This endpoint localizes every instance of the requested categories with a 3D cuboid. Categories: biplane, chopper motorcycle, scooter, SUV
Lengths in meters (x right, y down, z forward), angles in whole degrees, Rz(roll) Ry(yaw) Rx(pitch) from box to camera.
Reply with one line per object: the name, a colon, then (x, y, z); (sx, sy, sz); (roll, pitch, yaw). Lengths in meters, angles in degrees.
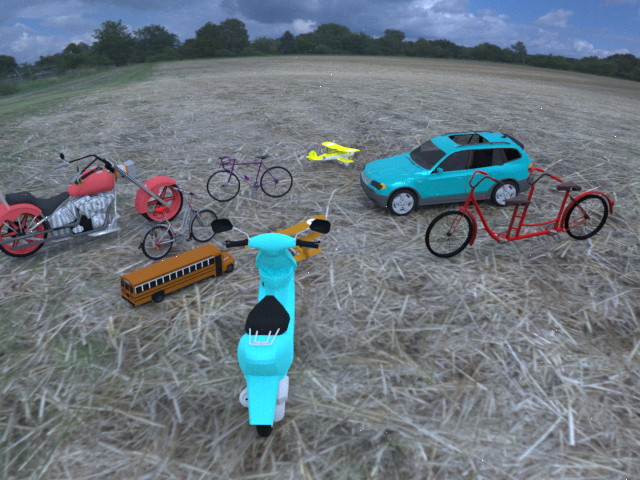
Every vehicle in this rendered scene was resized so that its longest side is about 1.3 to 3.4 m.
biplane: (0.258, -1.709, 14.058); (1.090, 0.504, 1.336); (-13, 29, -24)
chopper motorcycle: (-3.565, -0.675, 10.813); (3.040, 1.480, 0.906); (-18, 31, -33)
biplane: (-0.433, 0.063, 10.412); (1.336, 0.504, 1.090); (-13, 29, -25)
scooter: (-0.531, 0.719, 7.594); (1.288, 1.786, 2.721); (0, 26, 1)
SUV: (2.242, -1.252, 12.403); (3.058, 1.128, 1.276); (-5, 26, -11)

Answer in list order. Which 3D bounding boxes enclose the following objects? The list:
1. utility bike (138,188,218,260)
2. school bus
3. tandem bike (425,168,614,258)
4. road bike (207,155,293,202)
utility bike: (-2.174, -0.283, 10.619); (1.435, 0.946, 0.535); (-23, 34, -39)
school bus: (-1.917, 0.445, 9.705); (1.708, 0.434, 0.365); (-23, 34, -39)
tandem bike: (3.081, -0.466, 10.560); (3.192, 1.326, 0.550); (-7, 27, -14)
road bike: (-1.244, -1.111, 12.431); (1.545, 0.852, 0.358); (-5, 26, -11)
